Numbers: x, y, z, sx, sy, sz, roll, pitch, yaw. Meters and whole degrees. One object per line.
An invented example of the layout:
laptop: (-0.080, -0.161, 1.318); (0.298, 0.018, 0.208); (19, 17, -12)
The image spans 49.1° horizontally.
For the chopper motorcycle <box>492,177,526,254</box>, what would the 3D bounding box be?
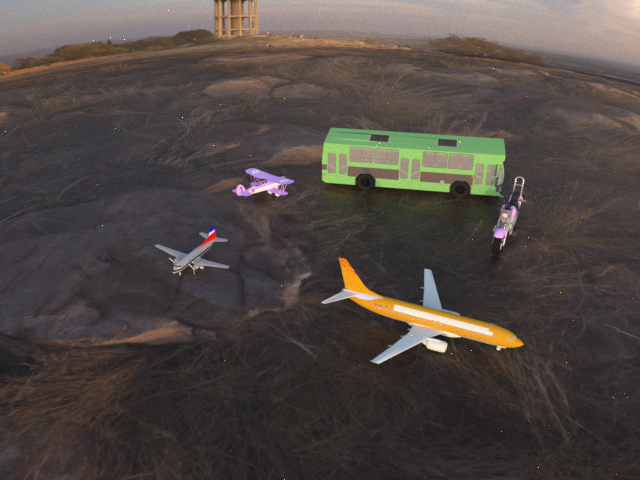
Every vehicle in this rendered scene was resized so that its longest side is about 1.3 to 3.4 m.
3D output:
chopper motorcycle: (3.033, -0.408, 11.279); (0.466, 0.761, 1.563); (13, 33, 21)

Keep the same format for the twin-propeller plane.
twin-propeller plane: (-1.896, 0.172, 10.630); (1.370, 0.407, 1.095); (15, 33, 24)

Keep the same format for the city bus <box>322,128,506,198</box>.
city bus: (1.702, -1.414, 12.886); (3.255, 0.894, 0.926); (5, 30, 9)

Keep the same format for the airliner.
airliner: (1.370, 0.840, 9.046); (2.541, 0.835, 2.257); (12, 32, 20)

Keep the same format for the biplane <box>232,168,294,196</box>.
biplane: (-1.040, -0.970, 12.508); (1.090, 0.504, 1.336); (-22, 37, -33)
